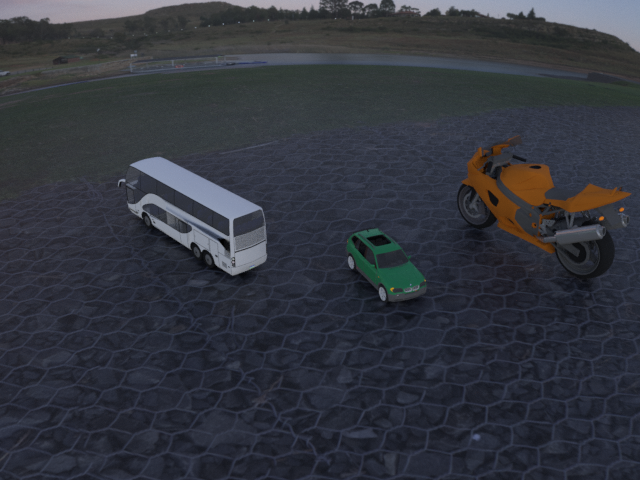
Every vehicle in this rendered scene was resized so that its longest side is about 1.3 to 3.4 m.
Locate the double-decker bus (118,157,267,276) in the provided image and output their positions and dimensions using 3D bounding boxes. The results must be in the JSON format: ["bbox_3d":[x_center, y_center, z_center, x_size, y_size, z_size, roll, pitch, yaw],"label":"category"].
[{"bbox_3d":[-2.083,-0.473,11.157,0.756,1.052,3.251,-23,36,-37],"label":"double-decker bus"}]

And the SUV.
[{"bbox_3d":[0.933,0.325,10.147,0.656,0.580,1.572,-12,30,-22],"label":"SUV"}]

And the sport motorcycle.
[{"bbox_3d":[3.259,-0.545,10.709,0.983,1.596,2.955,-19,33,-32],"label":"sport motorcycle"}]
